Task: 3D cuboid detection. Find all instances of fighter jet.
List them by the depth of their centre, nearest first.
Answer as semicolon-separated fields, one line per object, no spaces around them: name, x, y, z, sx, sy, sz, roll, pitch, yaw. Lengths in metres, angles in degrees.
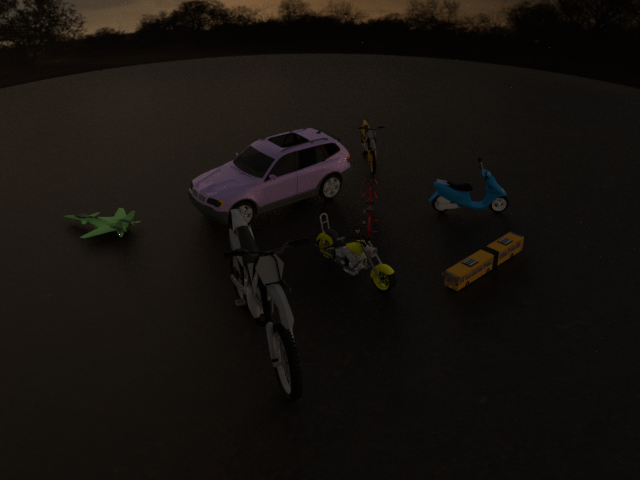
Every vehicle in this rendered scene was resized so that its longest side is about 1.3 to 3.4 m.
fighter jet;-3.799;-0.377;11.900;1.358;0.286;1.147;10;31;17

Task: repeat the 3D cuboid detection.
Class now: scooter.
scooter;2.618;-0.895;12.176;1.399;0.919;0.662;1;29;1

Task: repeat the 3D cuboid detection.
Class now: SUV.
SUV;-0.852;-1.209;12.521;3.058;1.128;1.276;-20;35;-31

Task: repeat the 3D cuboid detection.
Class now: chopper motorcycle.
chopper motorcycle;0.519;0.177;10.432;0.466;0.761;1.563;-25;38;-36

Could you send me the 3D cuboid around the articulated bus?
articulated bus;2.520;0.306;10.684;1.749;0.289;0.311;-25;38;-37

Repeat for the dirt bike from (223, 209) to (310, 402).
dirt bike;-0.725;0.627;8.710;1.024;1.666;2.903;-10;31;-17

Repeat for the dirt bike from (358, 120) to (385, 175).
dirt bike;0.991;-1.928;14.075;0.527;0.857;1.493;-3;29;-5

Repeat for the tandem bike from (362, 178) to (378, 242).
tandem bike;0.843;-0.560;11.823;0.283;0.682;1.642;2;29;4
